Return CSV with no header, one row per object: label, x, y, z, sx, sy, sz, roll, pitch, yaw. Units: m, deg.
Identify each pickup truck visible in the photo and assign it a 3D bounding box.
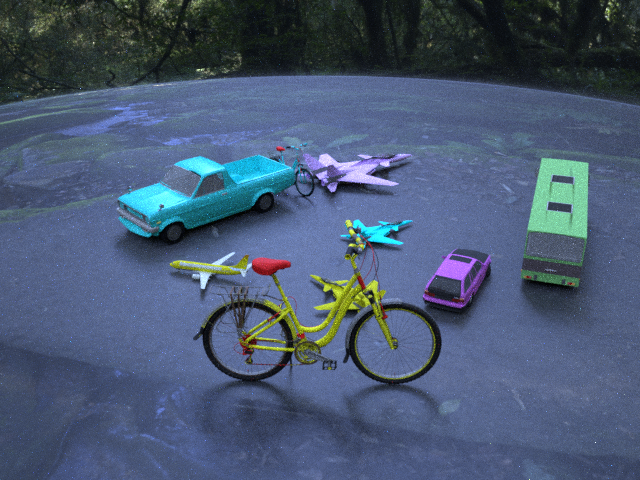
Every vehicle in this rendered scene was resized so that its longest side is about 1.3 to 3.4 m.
pickup truck,-1.913,-0.890,12.113,3.117,0.993,1.244,-22,33,-38

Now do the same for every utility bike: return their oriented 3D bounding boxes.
utility bike,-0.035,0.740,7.776,2.791,1.839,1.039,1,26,2
utility bike,-0.553,-1.405,13.232,0.535,0.946,1.435,-22,34,-38

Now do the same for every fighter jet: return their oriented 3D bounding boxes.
fighter jet,0.301,0.655,9.732,1.147,0.286,1.358,-21,33,-37
fighter jet,0.912,-1.605,14.092,2.640,0.557,2.229,-19,31,-33
fighter jet,1.040,-0.228,11.557,1.358,0.286,1.147,-18,31,-33

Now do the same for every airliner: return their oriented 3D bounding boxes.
airliner,-1.617,0.333,10.234,1.307,0.429,1.161,7,27,14

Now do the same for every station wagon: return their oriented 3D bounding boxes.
station wagon,1.983,0.461,9.919,0.682,0.473,1.597,12,28,24

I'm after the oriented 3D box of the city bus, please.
city bus,3.760,-0.341,11.092,0.926,0.894,3.255,9,27,17
